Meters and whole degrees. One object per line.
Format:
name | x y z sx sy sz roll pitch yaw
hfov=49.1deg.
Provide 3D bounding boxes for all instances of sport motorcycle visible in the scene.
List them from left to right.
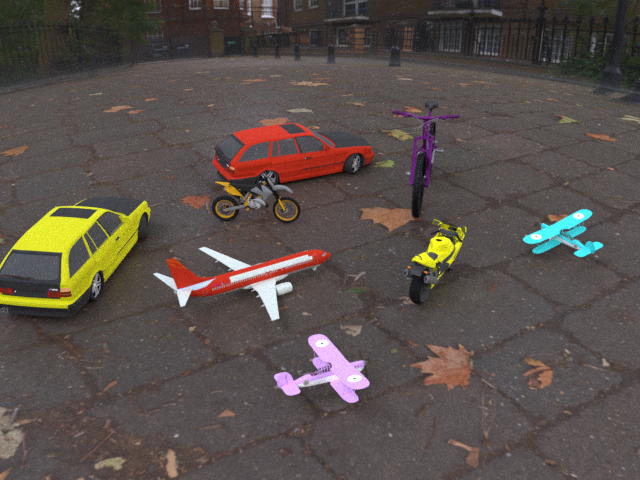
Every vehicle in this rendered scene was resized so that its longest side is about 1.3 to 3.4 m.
sport motorcycle | 1.620 0.283 9.737 0.506 0.821 1.520 16 31 28

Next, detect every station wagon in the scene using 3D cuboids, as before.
station wagon | -3.491 -0.019 10.211 1.327 0.920 3.105 4 28 7
station wagon | -0.468 -1.729 13.505 3.105 0.920 1.327 -12 30 -23

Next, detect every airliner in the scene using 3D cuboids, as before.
airliner | -0.916 0.320 9.650 2.541 0.835 2.257 -16 32 -28

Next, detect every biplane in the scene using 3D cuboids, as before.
biplane | 0.036 1.484 7.767 1.090 0.504 1.336 -11 29 -20
biplane | 3.729 -0.019 10.663 1.336 0.504 1.090 -15 31 -26

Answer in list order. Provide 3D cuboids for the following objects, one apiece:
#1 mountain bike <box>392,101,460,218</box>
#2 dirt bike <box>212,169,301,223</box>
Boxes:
mountain bike | 1.865 -1.581 12.386 1.114 1.688 2.857 6 28 12
dirt bike | -1.064 -0.686 11.564 1.493 0.857 0.527 2 28 4
